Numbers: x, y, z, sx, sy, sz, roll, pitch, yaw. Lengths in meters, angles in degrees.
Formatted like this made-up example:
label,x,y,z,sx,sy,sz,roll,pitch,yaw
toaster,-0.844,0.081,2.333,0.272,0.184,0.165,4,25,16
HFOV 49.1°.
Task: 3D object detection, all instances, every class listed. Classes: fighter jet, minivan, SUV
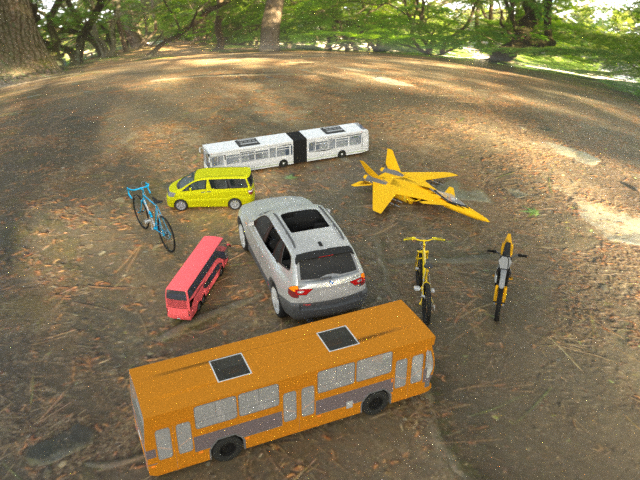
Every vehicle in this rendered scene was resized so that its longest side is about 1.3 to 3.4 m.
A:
label,x,y,z,sx,sy,sz,roll,pitch,yaw
fighter jet,1.897,-0.912,12.379,2.229,0.557,2.640,-26,39,-38
minivan,-1.931,-0.925,12.343,1.548,0.616,0.681,-1,30,-2
SUV,-0.331,0.023,10.158,1.276,1.128,3.058,-10,31,-17

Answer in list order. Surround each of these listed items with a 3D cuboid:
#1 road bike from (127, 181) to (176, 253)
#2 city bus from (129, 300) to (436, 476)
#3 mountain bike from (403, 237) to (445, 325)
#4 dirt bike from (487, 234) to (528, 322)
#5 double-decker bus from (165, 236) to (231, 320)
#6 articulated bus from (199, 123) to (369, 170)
label,x,y,z,sx,sy,sz,roll,pitch,yaw
road bike,-2.672,-0.386,11.157,0.358,0.852,1.545,-20,35,-31
city bus,-0.352,1.578,7.659,3.255,0.894,0.926,-12,32,-20
mountain bike,1.427,0.490,9.599,0.573,0.868,1.469,1,30,1
dirt bike,2.545,0.454,9.674,0.527,0.857,1.493,9,31,15
double-decker bus,-1.712,0.486,9.937,0.389,0.541,1.672,6,30,10
articulated bus,-0.660,-1.821,13.973,3.401,0.561,0.605,-11,32,-19
